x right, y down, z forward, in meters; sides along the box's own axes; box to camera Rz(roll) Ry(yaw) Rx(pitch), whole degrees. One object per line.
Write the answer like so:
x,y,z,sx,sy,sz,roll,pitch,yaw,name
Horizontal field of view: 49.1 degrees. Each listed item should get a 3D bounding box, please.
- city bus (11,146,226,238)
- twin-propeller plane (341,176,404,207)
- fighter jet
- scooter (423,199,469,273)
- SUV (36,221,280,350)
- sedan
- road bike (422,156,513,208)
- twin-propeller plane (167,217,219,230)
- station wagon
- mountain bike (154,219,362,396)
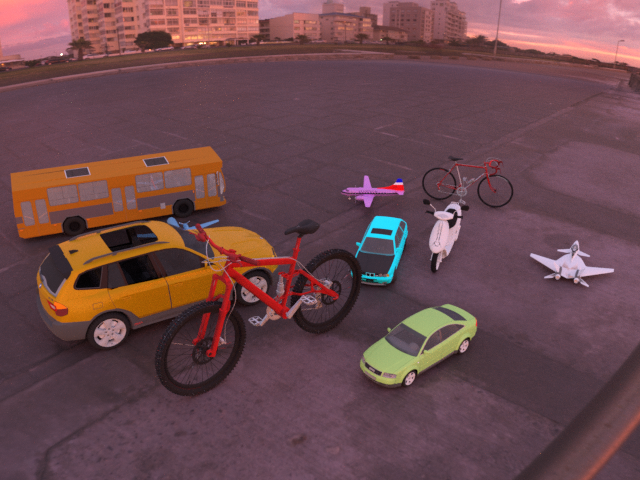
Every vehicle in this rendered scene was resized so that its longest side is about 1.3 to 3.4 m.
-3.211,-0.769,11.346,3.255,0.894,0.926,-11,29,-20,city bus
0.907,-0.878,12.089,1.095,0.407,1.370,1,27,2,twin-propeller plane
3.651,0.215,10.103,1.147,0.286,1.358,12,29,21,fighter jet
1.833,-0.190,10.198,0.662,0.919,1.399,10,29,19,scooter
-2.008,0.358,8.908,3.058,1.128,1.276,-16,31,-27,SUV
1.155,1.154,8.069,1.613,0.483,0.635,-22,34,-36,sedan
2.499,-1.007,11.854,1.545,0.852,0.358,9,29,17,road bike
-2.188,-0.170,10.717,1.370,0.407,1.095,-11,29,-21,twin-propeller plane
0.876,0.100,10.121,0.682,0.473,1.597,7,28,13,station wagon
-0.583,0.618,7.795,2.857,1.688,1.114,-22,34,-36,mountain bike
